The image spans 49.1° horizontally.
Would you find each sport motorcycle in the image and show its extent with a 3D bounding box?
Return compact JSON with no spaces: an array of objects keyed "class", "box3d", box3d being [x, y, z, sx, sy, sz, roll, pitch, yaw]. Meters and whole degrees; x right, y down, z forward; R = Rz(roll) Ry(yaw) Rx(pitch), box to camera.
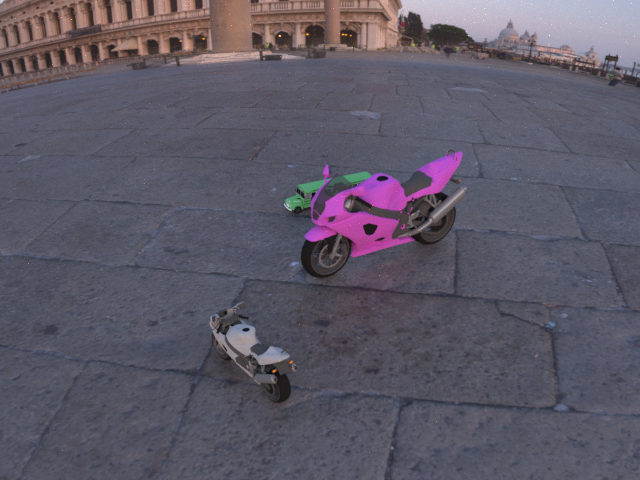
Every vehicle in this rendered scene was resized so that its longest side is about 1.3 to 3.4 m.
[{"class":"sport motorcycle","box3d":[0.991,-0.420,10.790,2.955,1.596,0.983,-16,33,-27]},{"class":"sport motorcycle","box3d":[-0.854,1.336,8.386,0.506,0.821,1.520,-23,36,-36]}]

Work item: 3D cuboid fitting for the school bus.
[{"class":"school bus","box3d":[0.165,-0.878,12.839,1.708,0.434,0.365,-13,31,-23]}]
